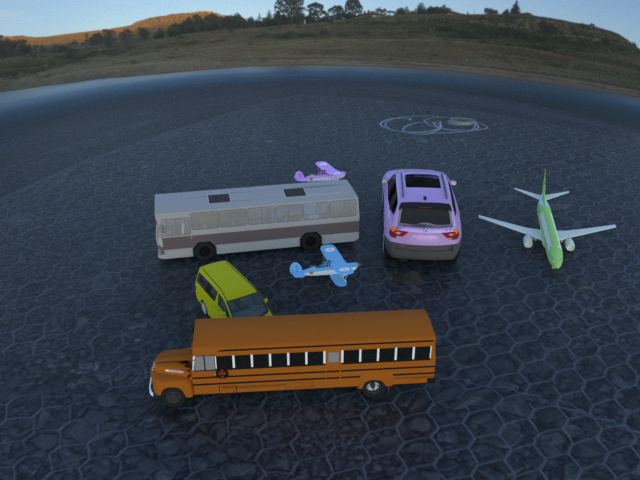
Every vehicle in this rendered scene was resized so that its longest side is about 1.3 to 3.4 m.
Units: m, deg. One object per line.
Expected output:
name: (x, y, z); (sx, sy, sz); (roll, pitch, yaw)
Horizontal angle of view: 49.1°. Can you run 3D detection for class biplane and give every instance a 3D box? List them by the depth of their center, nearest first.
biplane: (0.085, 0.424, 10.433); (1.090, 0.504, 1.336); (-6, 28, -11)
biplane: (0.031, -1.251, 13.713); (1.090, 0.504, 1.336); (-8, 28, -15)

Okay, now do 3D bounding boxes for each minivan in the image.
minivan: (-1.143, 0.867, 9.444); (0.681, 0.616, 1.548); (-16, 31, -28)

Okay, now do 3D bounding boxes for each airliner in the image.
airliner: (3.811, -0.360, 11.605); (2.257, 0.835, 2.541); (4, 27, 9)

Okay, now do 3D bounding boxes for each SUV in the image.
SUV: (1.679, -0.641, 11.833); (1.276, 1.128, 3.058); (2, 27, 4)

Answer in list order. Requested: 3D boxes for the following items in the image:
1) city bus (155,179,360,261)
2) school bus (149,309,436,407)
city bus: (-1.025, -0.320, 11.462); (3.255, 0.894, 0.926); (-5, 28, -10)
school bus: (-0.334, 1.356, 8.234); (3.322, 0.844, 0.709); (-2, 27, -4)
